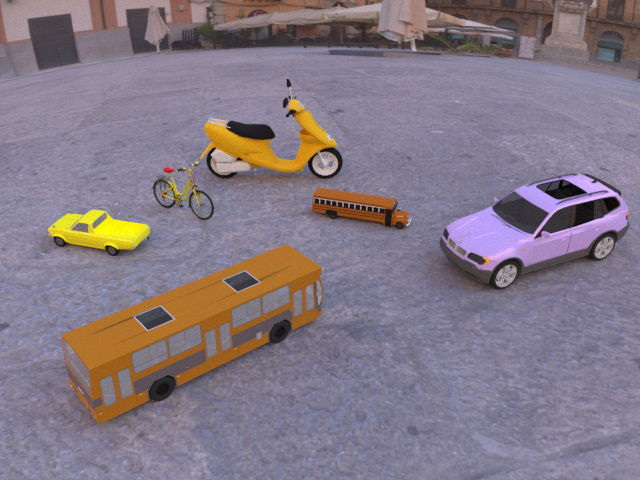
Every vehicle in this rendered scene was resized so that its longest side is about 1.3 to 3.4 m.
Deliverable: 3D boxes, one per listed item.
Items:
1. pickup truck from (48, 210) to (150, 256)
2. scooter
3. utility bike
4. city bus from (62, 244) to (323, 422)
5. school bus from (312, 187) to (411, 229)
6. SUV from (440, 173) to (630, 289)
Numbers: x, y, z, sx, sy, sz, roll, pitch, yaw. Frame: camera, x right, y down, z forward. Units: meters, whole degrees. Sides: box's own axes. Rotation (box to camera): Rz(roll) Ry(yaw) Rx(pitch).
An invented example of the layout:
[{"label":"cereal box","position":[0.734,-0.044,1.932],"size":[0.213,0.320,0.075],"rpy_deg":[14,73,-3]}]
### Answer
[{"label":"pickup truck","position":[-3.579,-0.169,11.319],"size":[1.603,0.511,0.640],"rpy_deg":[9,31,14]},{"label":"scooter","position":[-0.922,-1.978,13.142],"size":[2.721,1.786,1.288],"rpy_deg":[0,30,1]},{"label":"utility bike","position":[-2.385,-0.919,12.168],"size":[1.435,0.946,0.535],"rpy_deg":[17,35,27]},{"label":"city bus","position":[-1.459,1.099,8.779],"size":[3.255,0.894,0.926],"rpy_deg":[-22,37,-33]},{"label":"school bus","position":[0.720,-0.554,12.051],"size":[1.708,0.434,0.365],"rpy_deg":[9,32,16]},{"label":"SUV","position":[3.350,-0.239,10.829],"size":[3.058,1.128,1.276],"rpy_deg":[-13,33,-21]}]
